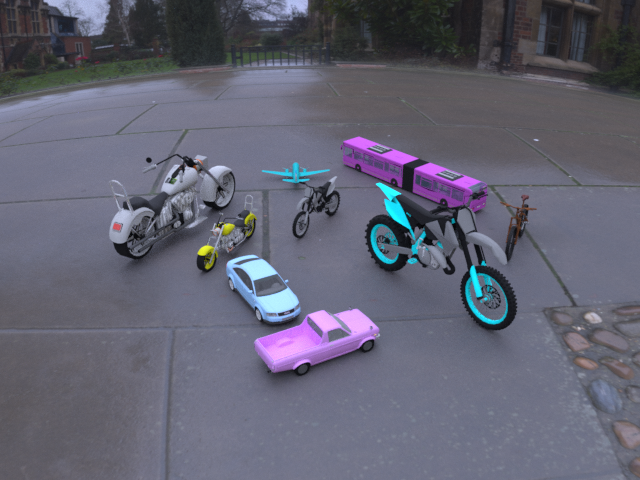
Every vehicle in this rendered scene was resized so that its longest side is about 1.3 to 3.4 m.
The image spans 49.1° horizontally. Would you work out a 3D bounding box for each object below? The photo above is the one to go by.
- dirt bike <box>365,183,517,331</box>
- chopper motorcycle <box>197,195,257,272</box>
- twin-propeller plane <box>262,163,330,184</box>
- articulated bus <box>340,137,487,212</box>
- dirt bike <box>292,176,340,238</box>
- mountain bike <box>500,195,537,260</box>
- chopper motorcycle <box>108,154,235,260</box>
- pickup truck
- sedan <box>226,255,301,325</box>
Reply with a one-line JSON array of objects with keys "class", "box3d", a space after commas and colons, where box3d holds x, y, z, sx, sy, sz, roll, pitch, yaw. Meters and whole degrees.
[{"class": "dirt bike", "box3d": [1.654, 0.081, 9.924, 1.024, 1.666, 2.903, -20, 34, -33]}, {"class": "chopper motorcycle", "box3d": [-1.491, -0.118, 11.258, 0.466, 0.761, 1.563, 14, 31, 24]}, {"class": "twin-propeller plane", "box3d": [-0.482, -1.381, 14.000, 1.370, 0.407, 1.095, -1, 28, -2]}, {"class": "articulated bus", "box3d": [1.742, -1.320, 13.721, 0.605, 0.561, 3.401, -23, 35, -36]}, {"class": "dirt bike", "box3d": [-0.044, -0.628, 12.112, 0.527, 0.857, 1.493, 16, 32, 28]}, {"class": "mountain bike", "box3d": [3.240, -0.278, 11.443, 0.573, 0.868, 1.469, 13, 31, 23]}, {"class": "chopper motorcycle", "box3d": [-2.391, -0.790, 11.754, 0.906, 1.480, 3.040, 14, 31, 25]}, {"class": "pickup truck", "box3d": [-0.023, 1.247, 8.968, 1.603, 0.511, 0.640, -15, 32, -26]}, {"class": "sedan", "box3d": [-0.836, 0.652, 10.111, 0.635, 0.483, 1.613, -15, 32, -26]}]
